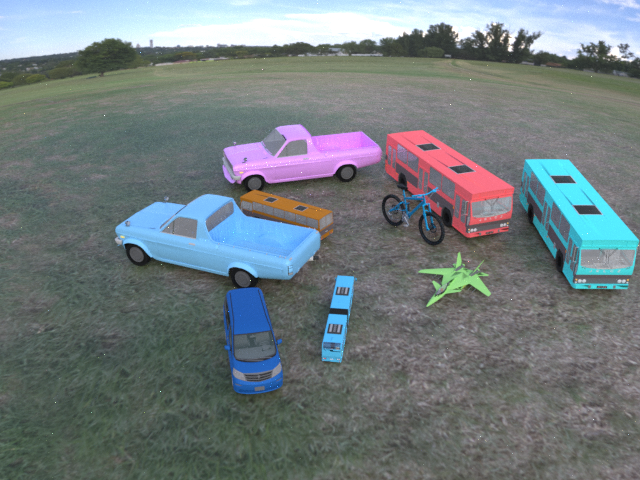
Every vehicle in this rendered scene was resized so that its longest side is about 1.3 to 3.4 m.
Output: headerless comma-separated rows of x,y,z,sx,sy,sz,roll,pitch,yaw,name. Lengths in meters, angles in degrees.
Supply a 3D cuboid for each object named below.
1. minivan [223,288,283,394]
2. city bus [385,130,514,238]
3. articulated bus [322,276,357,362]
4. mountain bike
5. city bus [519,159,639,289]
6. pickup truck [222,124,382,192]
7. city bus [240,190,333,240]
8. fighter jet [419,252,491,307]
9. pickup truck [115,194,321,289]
-0.842,1.203,8.550,0.681,0.616,1.548,-5,27,-10,minivan
2.231,-1.071,12.740,0.926,0.894,3.255,-9,28,-18,city bus
0.257,1.007,9.301,0.311,0.289,1.749,3,27,7,articulated bus
1.531,-0.484,11.608,0.573,0.868,1.469,-19,32,-33,mountain bike
4.026,-0.325,11.265,0.926,0.894,3.255,0,27,1,city bus
-0.370,-1.729,13.933,3.117,0.993,1.244,-8,28,-16,pickup truck
-0.584,-0.405,11.905,1.674,0.460,0.476,17,31,30,city bus
1.886,0.598,10.112,1.147,0.286,1.358,19,32,33,fighter jet
-1.583,-0.080,10.671,3.117,0.993,1.244,11,29,21,pickup truck
